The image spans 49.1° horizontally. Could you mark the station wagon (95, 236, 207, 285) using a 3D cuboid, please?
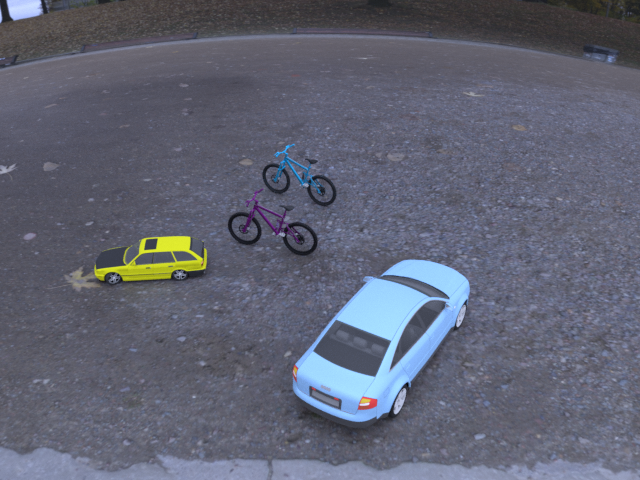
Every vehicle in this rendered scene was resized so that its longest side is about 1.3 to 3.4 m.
[{"bbox_3d":[-2.455,0.256,10.142,1.597,0.473,0.682,-3,32,-5],"label":"station wagon"}]

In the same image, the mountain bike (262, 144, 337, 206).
[{"bbox_3d":[-0.367,-1.086,11.935,1.469,0.868,0.573,17,35,25],"label":"mountain bike"}]

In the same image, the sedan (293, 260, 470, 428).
[{"bbox_3d":[0.861,1.004,8.491,1.235,0.940,3.137,18,36,27],"label":"sedan"}]

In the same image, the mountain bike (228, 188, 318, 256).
[{"bbox_3d":[-0.728,-0.229,10.550,1.469,0.868,0.573,11,33,16],"label":"mountain bike"}]
